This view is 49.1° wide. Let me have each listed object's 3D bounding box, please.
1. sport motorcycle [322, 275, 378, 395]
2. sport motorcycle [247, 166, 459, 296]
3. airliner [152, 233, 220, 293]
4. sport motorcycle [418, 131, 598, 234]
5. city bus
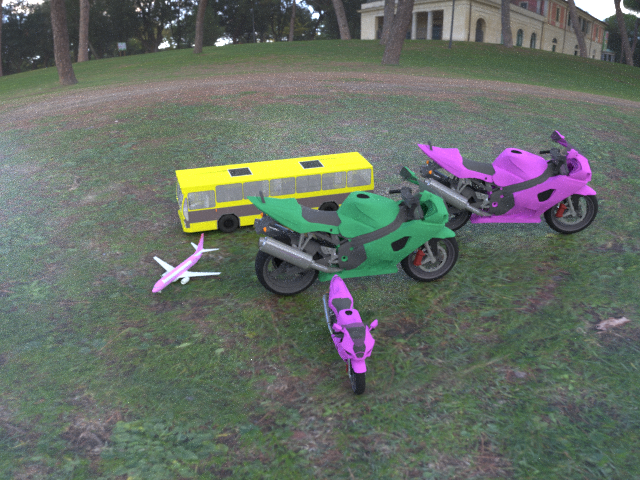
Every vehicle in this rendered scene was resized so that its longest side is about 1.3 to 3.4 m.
[{"bbox_3d":[0.322,1.086,8.149,0.506,0.821,1.520,-4,27,-9],"label":"sport motorcycle"},{"bbox_3d":[0.509,-0.047,9.555,2.955,1.596,0.983,-5,27,-9],"label":"sport motorcycle"},{"bbox_3d":[-2.016,0.341,10.083,1.161,0.429,1.307,12,29,23],"label":"airliner"},{"bbox_3d":[2.991,-0.841,11.149,2.955,1.596,0.983,1,26,1],"label":"sport motorcycle"},{"bbox_3d":[-0.747,-0.796,11.848,3.255,0.894,0.926,-8,28,-15],"label":"city bus"}]
